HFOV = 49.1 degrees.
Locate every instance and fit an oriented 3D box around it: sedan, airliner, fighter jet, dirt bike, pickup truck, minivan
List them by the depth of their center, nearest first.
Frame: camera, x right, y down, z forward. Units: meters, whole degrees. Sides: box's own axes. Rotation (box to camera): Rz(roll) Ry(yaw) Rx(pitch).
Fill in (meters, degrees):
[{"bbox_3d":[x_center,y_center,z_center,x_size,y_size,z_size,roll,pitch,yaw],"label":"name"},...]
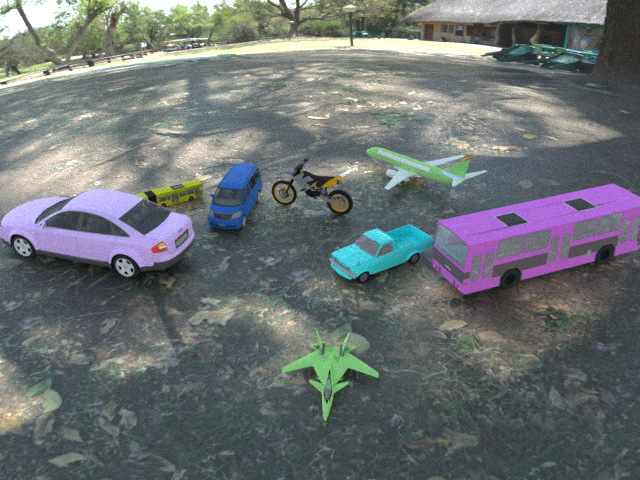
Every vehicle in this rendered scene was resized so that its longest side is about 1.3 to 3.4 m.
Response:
[{"bbox_3d":[0.110,1.559,8.157,1.147,0.286,1.358,2,29,4],"label":"fighter jet"},{"bbox_3d":[0.933,0.129,10.475,1.603,0.511,0.640,-18,34,-29],"label":"pickup truck"},{"bbox_3d":[-3.464,-0.242,10.697,3.137,0.940,1.235,9,31,16],"label":"sedan"},{"bbox_3d":[-0.147,-0.893,11.942,1.493,0.857,0.527,10,31,18],"label":"dirt bike"},{"bbox_3d":[-1.440,-0.756,11.944,0.681,0.616,1.548,5,30,9],"label":"minivan"},{"bbox_3d":[1.798,-1.541,13.118,2.257,0.835,2.541,-24,37,-36],"label":"airliner"}]

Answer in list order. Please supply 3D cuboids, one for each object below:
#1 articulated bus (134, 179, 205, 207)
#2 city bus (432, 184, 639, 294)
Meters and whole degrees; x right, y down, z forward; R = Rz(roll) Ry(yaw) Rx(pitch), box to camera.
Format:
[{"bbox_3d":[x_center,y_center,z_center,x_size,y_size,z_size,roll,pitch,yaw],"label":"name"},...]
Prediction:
[{"bbox_3d":[-2.861,-0.713,12.202,1.749,0.289,0.311,-18,34,-28],"label":"articulated bus"},{"bbox_3d":[3.290,-0.022,10.352,3.255,0.894,0.926,-12,31,-20],"label":"city bus"}]
